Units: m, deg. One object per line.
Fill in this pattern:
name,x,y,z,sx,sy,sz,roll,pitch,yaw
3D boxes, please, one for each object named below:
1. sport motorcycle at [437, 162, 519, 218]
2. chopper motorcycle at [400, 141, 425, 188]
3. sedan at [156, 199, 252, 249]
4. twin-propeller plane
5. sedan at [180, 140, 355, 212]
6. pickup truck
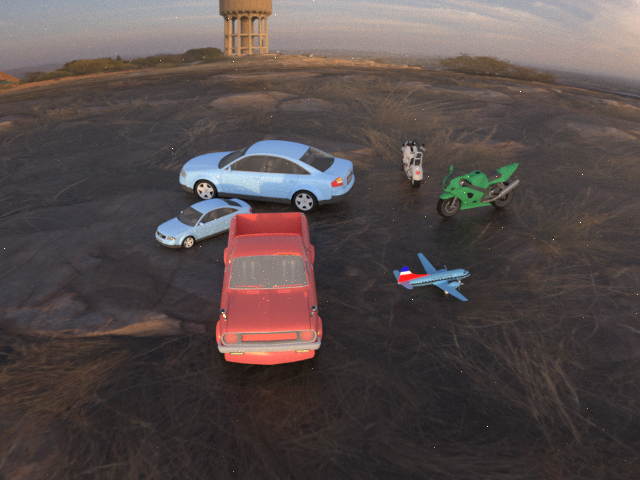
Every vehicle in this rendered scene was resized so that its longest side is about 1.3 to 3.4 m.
sport motorcycle,2.626,-0.842,11.668,1.520,0.821,0.506,-11,29,-20
chopper motorcycle,1.712,-1.520,13.084,0.466,0.761,1.563,-1,27,-2
sedan,-1.816,-0.321,11.005,1.613,0.483,0.635,-21,34,-36
twin-propeller plane,1.562,0.474,9.507,1.095,0.407,1.370,-8,28,-16
sedan,-0.961,-1.228,12.303,3.137,0.940,1.235,7,27,13
pickup truck,-0.655,0.400,9.001,1.244,0.993,3.117,-2,27,-3
